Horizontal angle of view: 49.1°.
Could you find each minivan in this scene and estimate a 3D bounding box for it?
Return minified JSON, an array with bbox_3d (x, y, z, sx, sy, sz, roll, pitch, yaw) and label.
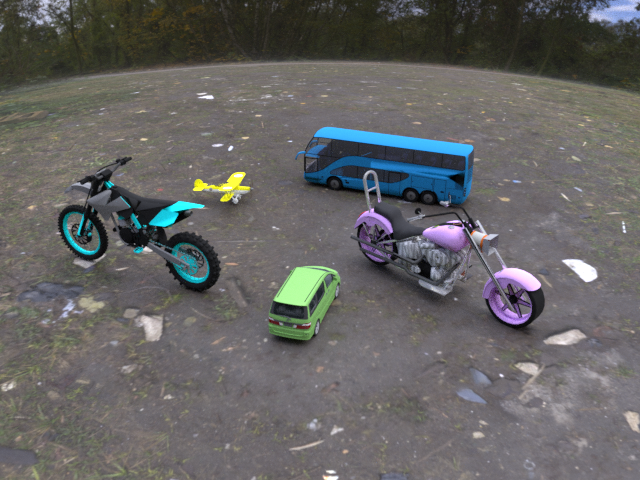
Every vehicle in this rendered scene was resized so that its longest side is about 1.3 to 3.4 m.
[{"bbox_3d":[-0.178,0.726,9.421,0.681,0.616,1.548,8,29,15],"label":"minivan"}]

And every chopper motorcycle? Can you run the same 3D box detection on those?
[{"bbox_3d":[1.706,0.084,9.709,3.040,1.480,0.906,23,36,37],"label":"chopper motorcycle"}]

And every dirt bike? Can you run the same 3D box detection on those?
[{"bbox_3d":[-2.716,-0.225,10.091,2.903,1.666,1.024,13,30,22],"label":"dirt bike"}]

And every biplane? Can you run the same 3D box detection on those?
[{"bbox_3d":[-1.732,-0.935,12.666,1.090,0.504,1.336,3,28,5],"label":"biplane"}]

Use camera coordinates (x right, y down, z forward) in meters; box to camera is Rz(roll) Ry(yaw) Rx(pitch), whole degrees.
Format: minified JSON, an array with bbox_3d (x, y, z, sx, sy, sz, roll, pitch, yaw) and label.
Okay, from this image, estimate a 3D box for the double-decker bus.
[{"bbox_3d":[1.177,-1.393,12.945,3.251,1.052,0.756,10,30,19],"label":"double-decker bus"}]
